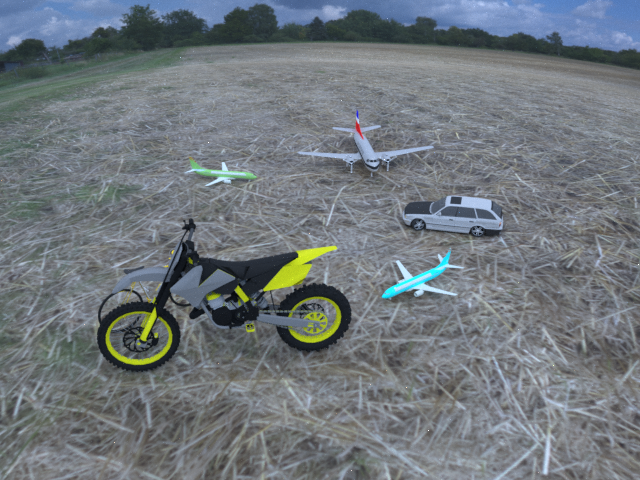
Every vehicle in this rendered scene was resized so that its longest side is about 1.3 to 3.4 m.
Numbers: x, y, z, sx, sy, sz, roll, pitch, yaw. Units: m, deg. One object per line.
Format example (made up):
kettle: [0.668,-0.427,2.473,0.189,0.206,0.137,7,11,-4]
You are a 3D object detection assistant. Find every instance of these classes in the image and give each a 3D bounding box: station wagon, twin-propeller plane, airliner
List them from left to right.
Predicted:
airliner: [-1.814,-1.312,12.996,1.307,0.429,1.161,4,28,7]
twin-propeller plane: [0.877,-1.889,13.707,2.663,0.792,2.129,-3,28,-6]
airliner: [1.346,0.472,9.587,1.307,0.429,1.161,-19,33,-32]
station wagon: [2.134,-0.434,11.269,1.597,0.473,0.682,6,28,12]

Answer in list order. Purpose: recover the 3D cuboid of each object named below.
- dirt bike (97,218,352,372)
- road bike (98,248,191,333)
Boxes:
dirt bike: [-1.050,0.680,7.855,2.903,1.666,1.024,-5,28,-10]
road bike: [-2.082,0.624,8.840,1.545,0.852,0.358,-20,34,-34]
